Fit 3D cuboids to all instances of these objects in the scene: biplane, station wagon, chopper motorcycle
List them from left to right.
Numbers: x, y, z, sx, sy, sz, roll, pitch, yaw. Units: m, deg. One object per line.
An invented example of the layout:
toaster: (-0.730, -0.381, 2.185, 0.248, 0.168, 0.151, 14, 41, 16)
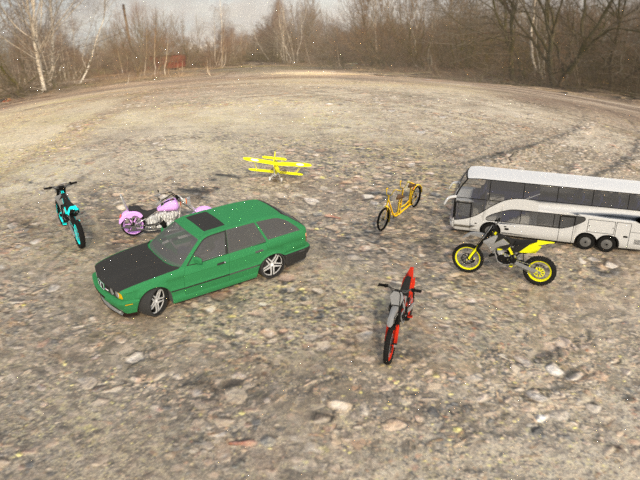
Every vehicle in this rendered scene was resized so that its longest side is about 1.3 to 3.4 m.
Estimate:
chopper motorcycle: (-2.512, -0.467, 11.510, 1.563, 0.761, 0.466, -7, 27, -14)
station wagon: (-1.686, 0.149, 10.063, 3.105, 0.920, 1.327, -17, 31, -32)
biplane: (-0.848, -1.465, 13.856, 1.336, 0.504, 1.090, -3, 26, -7)

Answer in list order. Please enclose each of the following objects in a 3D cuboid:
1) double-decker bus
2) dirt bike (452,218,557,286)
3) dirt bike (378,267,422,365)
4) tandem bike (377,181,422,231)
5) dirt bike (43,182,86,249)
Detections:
double-decker bus: (3.672, -0.530, 11.308, 3.251, 1.052, 0.756, 7, 27, 14)
dirt bike: (2.654, 0.182, 10.067, 1.493, 0.857, 0.527, 10, 28, 20)
dirt bike: (1.001, 0.867, 8.659, 0.527, 0.857, 1.493, 8, 27, 17)
tandem bike: (1.397, -0.694, 12.069, 0.283, 0.682, 1.642, 16, 30, 30)
dirt bike: (-4.107, -0.457, 11.381, 0.527, 0.857, 1.493, -16, 30, -30)
